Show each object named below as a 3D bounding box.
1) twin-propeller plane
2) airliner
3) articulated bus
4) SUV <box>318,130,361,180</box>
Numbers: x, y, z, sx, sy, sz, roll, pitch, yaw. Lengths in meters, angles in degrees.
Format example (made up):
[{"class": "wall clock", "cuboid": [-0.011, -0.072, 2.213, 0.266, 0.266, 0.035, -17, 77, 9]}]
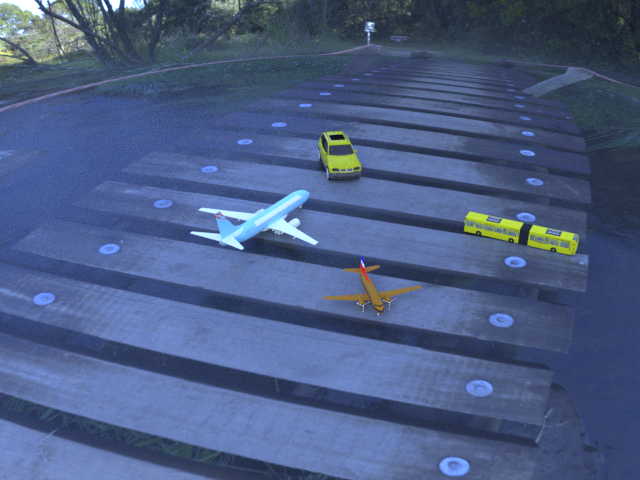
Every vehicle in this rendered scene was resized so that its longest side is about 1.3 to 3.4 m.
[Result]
[{"class": "twin-propeller plane", "cuboid": [0.689, 0.633, 9.497, 1.370, 0.407, 1.095, -6, 29, -10]}, {"class": "airliner", "cuboid": [-0.863, -0.509, 11.144, 2.257, 0.835, 2.541, 16, 33, 27]}, {"class": "articulated bus", "cuboid": [3.127, -0.113, 10.989, 1.749, 0.289, 0.311, 14, 32, 24]}, {"class": "SUV", "cuboid": [0.359, -1.659, 13.520, 0.656, 0.580, 1.572, -5, 29, -9]}]
